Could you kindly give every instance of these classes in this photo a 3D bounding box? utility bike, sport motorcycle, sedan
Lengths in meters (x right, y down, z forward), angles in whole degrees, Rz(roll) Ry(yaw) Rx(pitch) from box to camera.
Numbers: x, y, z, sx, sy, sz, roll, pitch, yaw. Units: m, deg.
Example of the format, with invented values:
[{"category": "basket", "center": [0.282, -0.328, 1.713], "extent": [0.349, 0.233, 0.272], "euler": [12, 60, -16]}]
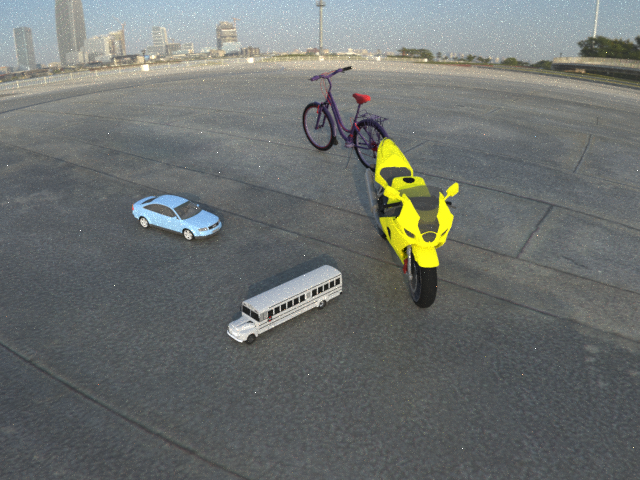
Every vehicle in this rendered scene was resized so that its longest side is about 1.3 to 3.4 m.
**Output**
[{"category": "utility bike", "center": [0.441, -2.398, 13.883], "extent": [1.039, 1.839, 2.791], "euler": [-20, 33, -35]}, {"category": "sport motorcycle", "center": [1.215, -0.327, 9.965], "extent": [0.983, 1.596, 2.955], "euler": [-3, 26, -6]}, {"category": "sedan", "center": [-2.341, -0.420, 11.410], "extent": [1.613, 0.483, 0.635], "euler": [15, 30, 27]}]

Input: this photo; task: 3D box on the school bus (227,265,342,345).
[{"category": "school bus", "center": [-0.435, 0.810, 8.974], "extent": [1.708, 0.434, 0.365], "euler": [-22, 34, -38]}]
